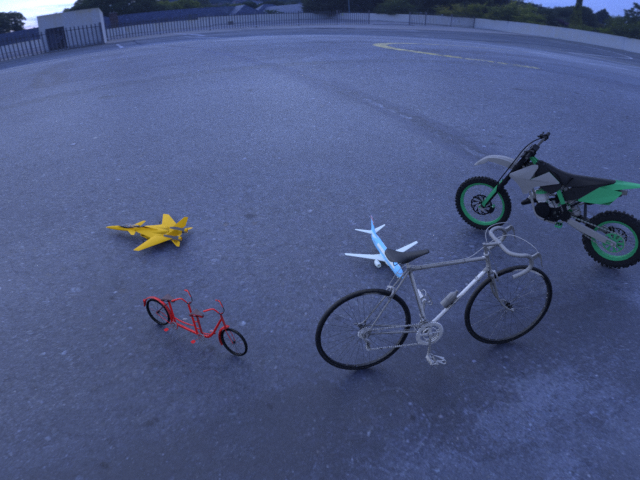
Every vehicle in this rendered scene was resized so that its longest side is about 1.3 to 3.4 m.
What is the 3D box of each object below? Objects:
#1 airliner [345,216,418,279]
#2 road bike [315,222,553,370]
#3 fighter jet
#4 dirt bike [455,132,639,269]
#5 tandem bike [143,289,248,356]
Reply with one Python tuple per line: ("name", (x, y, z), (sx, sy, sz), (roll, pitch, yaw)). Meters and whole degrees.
("airliner", (0.968, 0.110, 10.324), (1.161, 0.429, 1.307), (-9, 32, -15))
("road bike", (1.397, 0.710, 8.157), (3.004, 1.656, 0.697), (-8, 32, -13))
("fighter jet", (-2.747, -0.204, 10.980), (1.358, 0.286, 1.147), (6, 32, 10))
("dirt bike", (3.383, -0.599, 10.301), (2.903, 1.666, 1.024), (18, 36, 27))
("tandem bike", (-1.577, 0.958, 8.687), (1.642, 0.682, 0.283), (17, 35, 26))
